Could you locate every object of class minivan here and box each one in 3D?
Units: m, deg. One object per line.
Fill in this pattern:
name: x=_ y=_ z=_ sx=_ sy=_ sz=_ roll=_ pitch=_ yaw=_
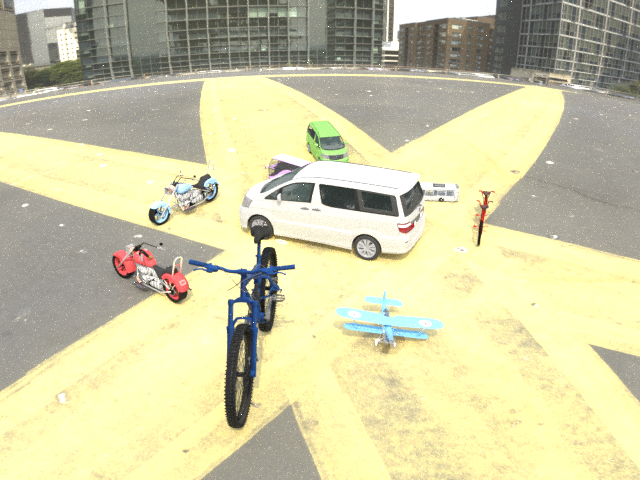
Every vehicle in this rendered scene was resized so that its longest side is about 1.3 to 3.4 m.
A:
minivan: x=0.149 y=-0.597 z=11.252 sx=3.011 sy=1.197 sz=1.324 roll=11 pitch=29 yaw=20
minivan: x=0.146 y=-2.001 z=14.659 sx=0.681 sy=0.616 sz=1.548 roll=-7 pitch=28 yaw=-13

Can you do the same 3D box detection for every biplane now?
biplane: x=0.862 y=1.016 z=8.838 sx=1.336 sy=0.504 sz=1.090 roll=0 pitch=27 yaw=0

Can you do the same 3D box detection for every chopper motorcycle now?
chopper motorcycle: x=-2.420 y=0.362 z=9.844 sx=1.563 sy=0.761 sz=0.466 roll=20 pitch=33 yaw=34
chopper motorcycle: x=-2.363 y=-0.832 z=12.195 sx=0.466 sy=0.761 sz=1.563 roll=19 pitch=33 yaw=33

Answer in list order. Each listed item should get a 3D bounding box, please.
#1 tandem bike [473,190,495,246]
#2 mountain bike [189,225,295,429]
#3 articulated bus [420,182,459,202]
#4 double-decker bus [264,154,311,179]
tandem bike: x=2.721 y=-0.496 z=11.622 sx=0.283 sy=0.682 sz=1.642 roll=7 pitch=28 yaw=14
mountain bike: x=-0.759 y=0.759 z=8.037 sx=1.114 sy=1.688 sz=2.857 roll=2 pitch=27 yaw=5
articulated bus: x=1.662 y=-0.906 z=12.863 sx=1.749 sy=0.289 sz=0.311 roll=3 pitch=27 yaw=6
double-decker bus: x=-0.308 y=-1.200 z=13.164 sx=1.672 sy=0.541 sz=0.389 roll=21 pitch=33 yaw=35
